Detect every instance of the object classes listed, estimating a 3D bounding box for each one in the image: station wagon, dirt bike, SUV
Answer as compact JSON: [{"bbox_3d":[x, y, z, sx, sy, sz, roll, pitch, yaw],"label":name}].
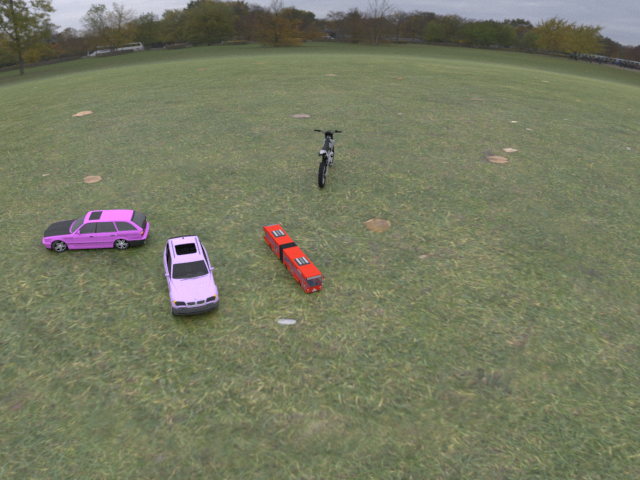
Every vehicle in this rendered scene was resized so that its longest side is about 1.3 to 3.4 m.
[{"bbox_3d":[-3.509,-0.175,10.947,1.597,0.473,0.682,-3,29,-5],"label":"station wagon"},{"bbox_3d":[0.119,-1.608,13.176,0.527,0.857,1.493,5,29,8],"label":"dirt bike"},{"bbox_3d":[-1.813,0.451,9.686,0.656,0.580,1.572,-8,30,-14],"label":"SUV"}]

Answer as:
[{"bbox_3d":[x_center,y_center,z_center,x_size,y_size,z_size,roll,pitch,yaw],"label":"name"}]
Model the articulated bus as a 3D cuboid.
[{"bbox_3d":[-0.428,0.239,10.379,0.311,0.289,1.749,-12,31,-21],"label":"articulated bus"}]
